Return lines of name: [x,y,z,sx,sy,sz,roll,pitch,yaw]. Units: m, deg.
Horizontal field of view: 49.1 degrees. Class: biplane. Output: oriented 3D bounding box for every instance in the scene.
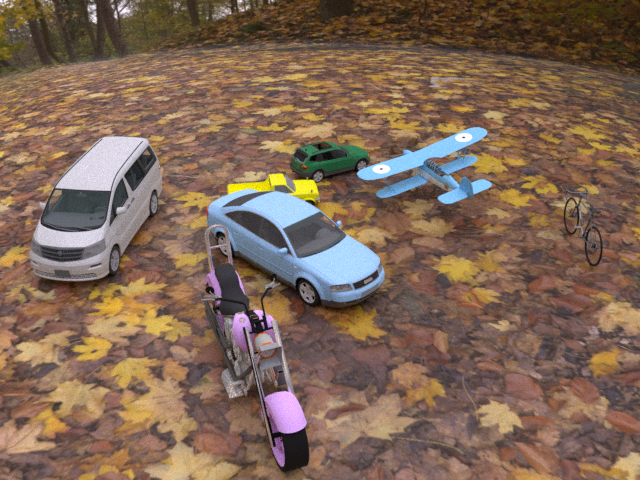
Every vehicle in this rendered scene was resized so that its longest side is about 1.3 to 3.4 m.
biplane: [1.962,-1.145,12.152,2.598,0.981,2.120,-14,33,-23]

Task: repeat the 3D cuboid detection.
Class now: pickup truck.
pickup truck: [-0.811,-0.834,12.084,1.603,0.511,0.640,-5,30,-8]

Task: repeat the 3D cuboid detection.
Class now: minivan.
minivan: [-3.436,-0.555,10.918,1.324,1.197,3.011,3,30,6]

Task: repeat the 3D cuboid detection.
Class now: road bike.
road bike: [4.044,-0.253,10.742,0.358,0.852,1.545,-1,30,-2]

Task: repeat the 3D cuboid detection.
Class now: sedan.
sedan: [-0.421,-0.037,10.282,1.235,0.940,3.137,-26,39,-38]

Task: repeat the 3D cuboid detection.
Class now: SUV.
SUV: [0.203,-1.560,13.267,1.572,0.580,0.656,-16,34,-26]

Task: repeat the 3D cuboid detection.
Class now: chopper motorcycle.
chopper motorcycle: [-0.776,1.089,7.800,0.906,1.480,3.040,-11,32,-19]
